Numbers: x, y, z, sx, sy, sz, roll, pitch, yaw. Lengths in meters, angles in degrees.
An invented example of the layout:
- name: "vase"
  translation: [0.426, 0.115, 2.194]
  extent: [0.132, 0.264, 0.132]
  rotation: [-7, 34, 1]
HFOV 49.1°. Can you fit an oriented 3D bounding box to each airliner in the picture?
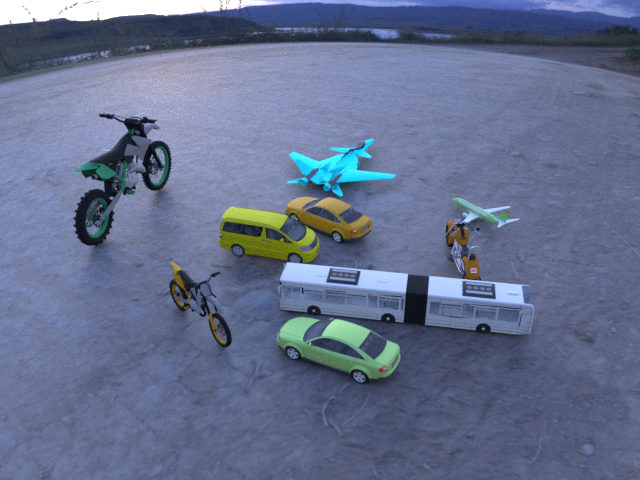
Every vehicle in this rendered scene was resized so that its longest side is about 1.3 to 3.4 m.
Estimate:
- name: "airliner"
  translation: [2.714, -0.551, 11.861]
  extent: [1.161, 0.429, 1.307]
  rotation: [-19, 36, -29]

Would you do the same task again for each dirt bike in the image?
- name: "dirt bike"
  translation: [-1.599, 0.788, 9.209]
  extent: [0.527, 0.857, 1.493]
  rotation: [-23, 38, -33]
- name: "dirt bike"
  translation: [-3.273, -1.173, 11.696]
  extent: [1.024, 1.666, 2.903]
  rotation: [9, 32, 15]

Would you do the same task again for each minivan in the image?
- name: "minivan"
  translation: [-0.783, -0.085, 10.902]
  extent: [1.548, 0.616, 0.681]
  rotation: [8, 32, 14]

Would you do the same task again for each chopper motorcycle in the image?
- name: "chopper motorcycle"
  translation: [2.134, 0.052, 10.532]
  extent: [0.466, 0.761, 1.563]
  rotation: [-2, 31, -3]

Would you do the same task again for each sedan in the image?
- name: "sedan"
  translation: [0.210, 1.285, 8.742]
  extent: [1.613, 0.483, 0.635]
  rotation: [15, 34, 23]
- name: "sedan"
  translation: [0.117, -0.428, 11.602]
  extent: [1.613, 0.483, 0.635]
  rotation: [23, 38, 33]

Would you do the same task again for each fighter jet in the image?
- name: "fighter jet"
  translation: [0.503, -1.664, 13.595]
  extent: [2.229, 0.557, 2.640]
  rotation: [16, 34, 24]

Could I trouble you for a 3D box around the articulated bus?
- name: "articulated bus"
  translation: [1.116, 0.785, 9.502]
  extent: [3.401, 0.561, 0.605]
  rotation: [5, 31, 9]
